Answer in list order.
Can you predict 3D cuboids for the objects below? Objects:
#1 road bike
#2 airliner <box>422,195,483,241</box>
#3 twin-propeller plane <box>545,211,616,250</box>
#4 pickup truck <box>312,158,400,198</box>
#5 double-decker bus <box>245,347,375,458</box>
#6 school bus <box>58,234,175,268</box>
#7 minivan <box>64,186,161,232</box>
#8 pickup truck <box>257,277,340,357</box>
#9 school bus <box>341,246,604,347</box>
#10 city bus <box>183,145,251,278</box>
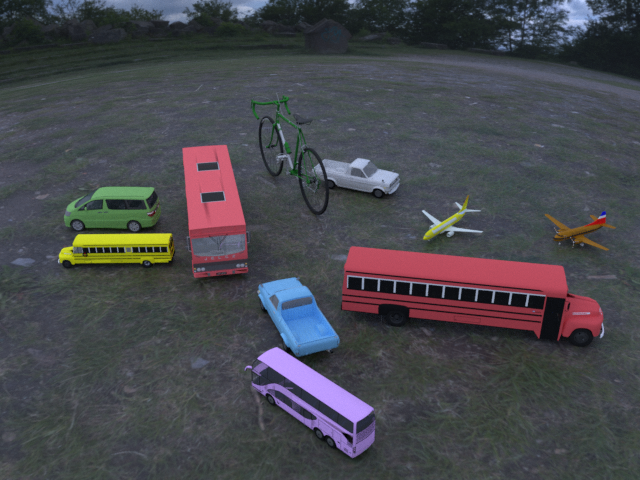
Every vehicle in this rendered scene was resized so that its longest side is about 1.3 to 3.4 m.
[{"bbox_3d":[-0.528,-1.603,12.468,0.696,1.656,3.004,-13,31,-23],"label":"road bike"},{"bbox_3d":[2.078,-0.347,11.436,1.161,0.429,1.307,23,36,36],"label":"airliner"},{"bbox_3d":[4.150,-0.185,11.159,1.095,0.407,1.370,-13,31,-23],"label":"twin-propeller plane"},{"bbox_3d":[0.662,-1.217,12.958,1.603,0.511,0.640,13,31,23],"label":"pickup truck"},{"bbox_3d":[-0.125,1.696,7.545,1.672,0.541,0.389,25,37,38],"label":"double-decker bus"},{"bbox_3d":[-3.066,0.150,10.512,1.708,0.434,0.365,-1,28,-1],"label":"school bus"},{"bbox_3d":[-3.454,-0.536,11.589,1.548,0.616,0.681,1,28,2],"label":"minivan"},{"bbox_3d":[-0.307,0.928,8.995,0.640,0.511,1.603,-11,30,-19],"label":"pickup truck"},{"bbox_3d":[1.961,0.696,9.073,3.322,0.844,0.709,5,29,10],"label":"school bus"},{"bbox_3d":[-1.738,-0.537,11.298,0.926,0.894,3.255,-6,29,-10],"label":"city bus"}]
